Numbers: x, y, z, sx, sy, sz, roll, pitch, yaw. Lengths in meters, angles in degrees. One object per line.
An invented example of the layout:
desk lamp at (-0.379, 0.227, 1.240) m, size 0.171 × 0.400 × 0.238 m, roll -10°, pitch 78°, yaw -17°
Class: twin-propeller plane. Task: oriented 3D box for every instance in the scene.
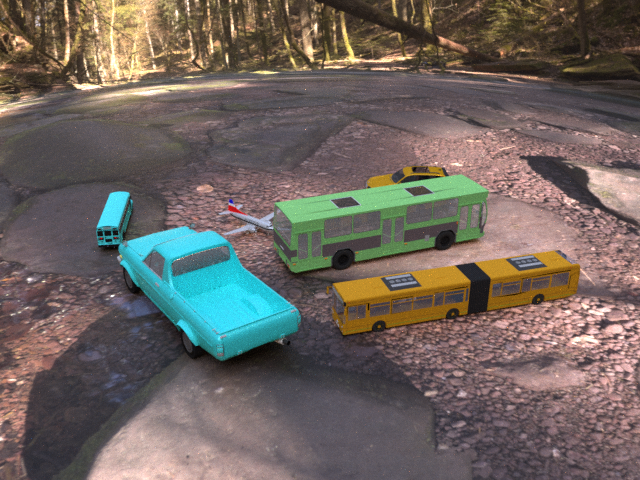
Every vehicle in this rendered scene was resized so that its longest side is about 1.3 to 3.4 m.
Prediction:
twin-propeller plane at (-1.133, -0.365, 11.469) m, size 1.095 × 0.407 × 1.370 m, roll 20°, pitch 32°, yaw 36°

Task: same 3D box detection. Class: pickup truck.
pickup truck at (-1.537, 0.518, 8.981) m, size 1.244 × 0.993 × 3.117 m, roll -17°, pitch 31°, yaw -31°

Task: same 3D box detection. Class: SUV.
SUV at (1.606, -1.011, 12.600) m, size 1.572 × 0.580 × 0.656 m, roll 0°, pitch 26°, yaw 1°

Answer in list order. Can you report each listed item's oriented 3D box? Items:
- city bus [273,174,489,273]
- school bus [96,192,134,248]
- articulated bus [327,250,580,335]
city bus at (0.953, -0.252, 10.678) m, size 3.255 × 0.894 × 0.926 m, roll -10°, pitch 28°, yaw -20°
school bus at (-3.337, -0.380, 11.468) m, size 0.365 × 0.434 × 1.708 m, roll -3°, pitch 26°, yaw -6°
articulated bus at (1.797, 0.659, 9.184) m, size 3.401 × 0.561 × 0.605 m, roll -8°, pitch 27°, yaw -15°
